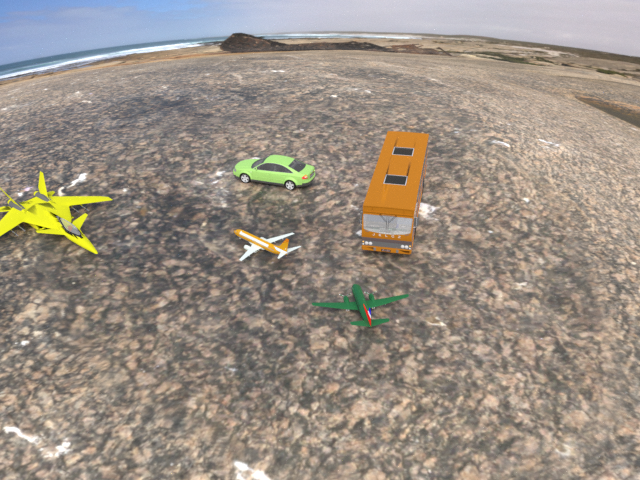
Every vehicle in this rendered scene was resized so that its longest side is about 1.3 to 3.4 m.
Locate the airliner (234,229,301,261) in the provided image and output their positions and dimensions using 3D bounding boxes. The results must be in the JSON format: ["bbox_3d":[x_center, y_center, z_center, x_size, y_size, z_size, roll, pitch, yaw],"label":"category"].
[{"bbox_3d":[-0.935,-0.032,11.105,1.307,0.429,1.161,25,38,36],"label":"airliner"}]

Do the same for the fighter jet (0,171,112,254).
[{"bbox_3d":[-4.392,-0.403,11.624,2.229,0.557,2.640,-26,39,-38],"label":"fighter jet"}]

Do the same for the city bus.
[{"bbox_3d":[1.351,-0.883,12.123,0.926,0.894,3.255,6,30,10],"label":"city bus"}]

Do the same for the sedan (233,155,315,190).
[{"bbox_3d":[-0.887,-1.347,13.349,1.613,0.483,0.635,10,31,17],"label":"sedan"}]

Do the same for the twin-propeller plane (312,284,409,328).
[{"bbox_3d":[0.580,0.847,9.591,1.370,0.407,1.095,-5,30,-8],"label":"twin-propeller plane"}]
